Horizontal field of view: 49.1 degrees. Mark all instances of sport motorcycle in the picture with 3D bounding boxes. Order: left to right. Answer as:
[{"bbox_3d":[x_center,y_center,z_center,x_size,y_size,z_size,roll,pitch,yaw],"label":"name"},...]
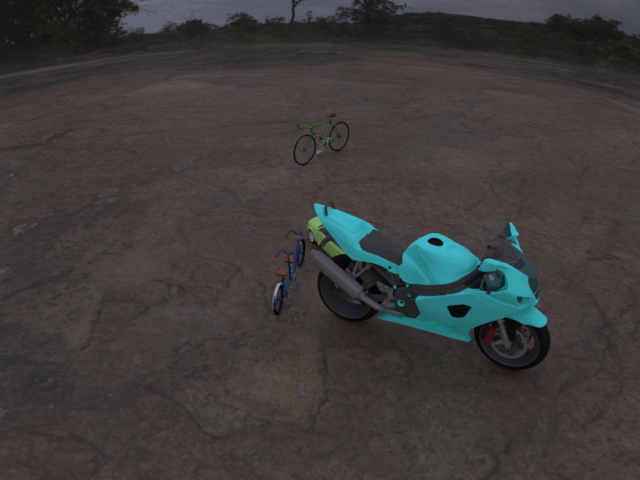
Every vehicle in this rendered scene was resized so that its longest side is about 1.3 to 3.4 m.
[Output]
[{"bbox_3d":[1.238,0.520,8.162,2.955,1.596,0.983,15,33,24],"label":"sport motorcycle"}]

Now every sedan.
[{"bbox_3d":[0.334,-0.027,10.257,0.635,0.483,1.613,-13,32,-22],"label":"sedan"}]

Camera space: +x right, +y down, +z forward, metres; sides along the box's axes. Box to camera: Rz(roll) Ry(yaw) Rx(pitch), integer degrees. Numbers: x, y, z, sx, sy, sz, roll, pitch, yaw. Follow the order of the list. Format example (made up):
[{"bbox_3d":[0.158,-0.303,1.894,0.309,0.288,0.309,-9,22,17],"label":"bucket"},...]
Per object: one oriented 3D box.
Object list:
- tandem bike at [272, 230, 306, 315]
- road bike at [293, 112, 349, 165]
[{"bbox_3d":[-0.405,0.361,9.370,0.283,0.682,1.642,6,30,11],"label":"tandem bike"},{"bbox_3d":[0.046,-1.961,13.295,0.358,0.852,1.545,25,38,37],"label":"road bike"}]
